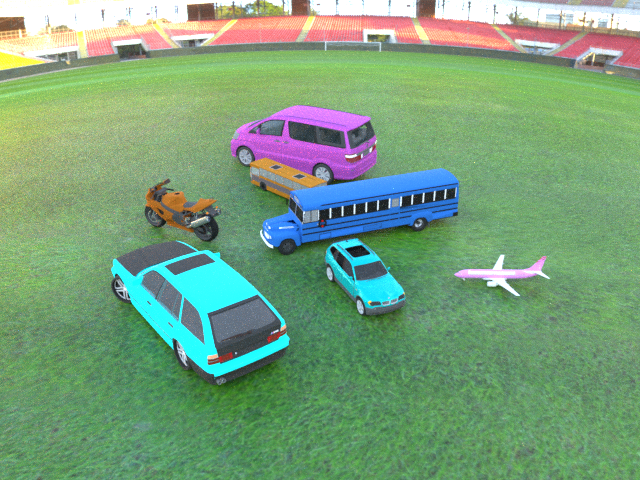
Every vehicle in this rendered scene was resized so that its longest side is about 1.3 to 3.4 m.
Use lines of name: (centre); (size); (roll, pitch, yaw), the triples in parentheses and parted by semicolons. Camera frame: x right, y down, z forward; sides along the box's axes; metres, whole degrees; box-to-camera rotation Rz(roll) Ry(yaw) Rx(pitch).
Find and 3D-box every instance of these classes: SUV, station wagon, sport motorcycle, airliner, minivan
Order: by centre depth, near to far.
station wagon: (-1.688, 0.670, 9.133); (1.327, 0.920, 3.105); (-19, 33, -32)
SUV: (0.608, 0.480, 9.859); (0.656, 0.580, 1.572); (-12, 30, -21)
airliner: (2.618, 0.412, 10.149); (1.307, 0.429, 1.161); (1, 28, 2)
sport motorcycle: (-2.277, -0.470, 11.404); (1.520, 0.821, 0.506); (14, 31, 25)
minivan: (-0.384, -2.006, 13.918); (3.011, 1.197, 1.324); (16, 32, 27)

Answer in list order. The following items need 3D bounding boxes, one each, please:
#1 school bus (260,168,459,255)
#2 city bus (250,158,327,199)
school bus: (0.662, -0.501, 11.439); (3.322, 0.844, 0.709); (-10, 29, -18)
city bus: (-0.597, -1.045, 12.884); (0.476, 0.460, 1.674); (-25, 37, -39)
